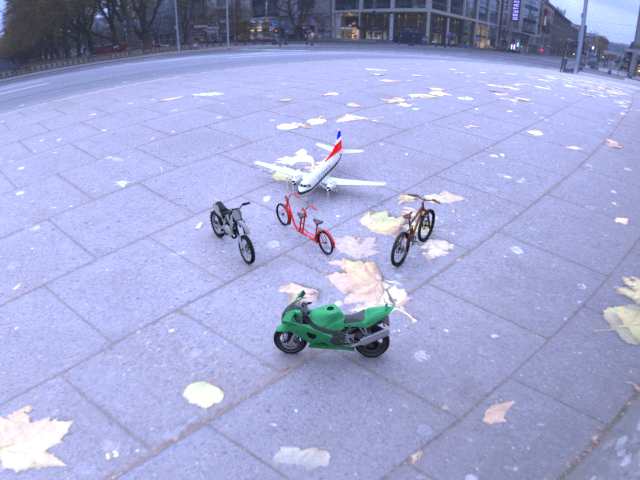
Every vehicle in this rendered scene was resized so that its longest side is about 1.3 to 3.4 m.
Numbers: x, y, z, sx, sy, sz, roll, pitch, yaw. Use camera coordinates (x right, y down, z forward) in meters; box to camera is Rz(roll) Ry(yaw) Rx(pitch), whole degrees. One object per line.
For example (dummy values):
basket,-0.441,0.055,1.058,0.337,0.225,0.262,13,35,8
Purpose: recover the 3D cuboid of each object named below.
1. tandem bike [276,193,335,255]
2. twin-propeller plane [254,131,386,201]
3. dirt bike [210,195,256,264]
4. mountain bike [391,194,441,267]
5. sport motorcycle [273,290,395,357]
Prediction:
tandem bike,-0.265,-0.310,11.493,0.283,0.682,1.642,-20,36,-31
twin-propeller plane,0.037,-1.402,13.293,2.663,0.792,2.129,12,32,19
dirt bike,-1.413,-0.230,11.176,0.527,0.857,1.493,-18,34,-28
mountain bike,1.500,-0.181,11.080,0.573,0.868,1.469,18,34,28
sport motorcycle,0.162,1.117,8.857,1.520,0.821,0.506,1,30,3
